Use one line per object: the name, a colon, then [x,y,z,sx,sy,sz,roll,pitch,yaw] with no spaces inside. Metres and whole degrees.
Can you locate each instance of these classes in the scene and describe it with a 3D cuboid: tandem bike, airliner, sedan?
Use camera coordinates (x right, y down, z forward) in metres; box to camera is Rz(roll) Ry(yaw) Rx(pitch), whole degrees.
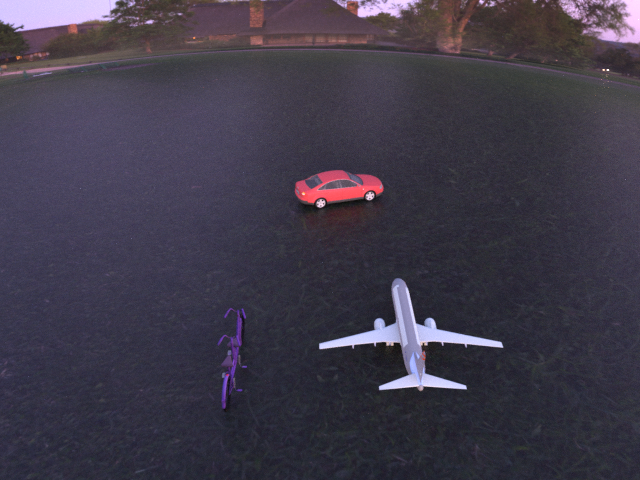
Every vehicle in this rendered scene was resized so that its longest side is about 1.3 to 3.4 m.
tandem bike: [-1.036,1.332,8.366,0.283,0.682,1.642,1,30,2]
airliner: [1.118,0.997,8.790,2.257,0.835,2.541,0,30,-1]
sedan: [0.355,-0.970,12.520,1.613,0.483,0.635,-9,31,-15]
